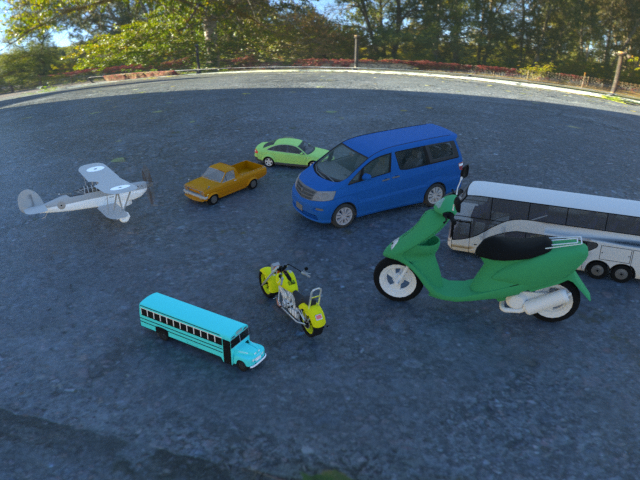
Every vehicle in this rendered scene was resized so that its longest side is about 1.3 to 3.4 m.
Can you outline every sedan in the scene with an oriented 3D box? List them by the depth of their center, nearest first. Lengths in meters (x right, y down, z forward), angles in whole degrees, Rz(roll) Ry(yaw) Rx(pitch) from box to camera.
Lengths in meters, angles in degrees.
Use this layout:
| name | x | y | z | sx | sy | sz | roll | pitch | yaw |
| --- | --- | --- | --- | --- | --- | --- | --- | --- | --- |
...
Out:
| name | x | y | z | sx | sy | sz | roll | pitch | yaw |
| --- | --- | --- | --- | --- | --- | --- | --- | --- | --- |
| sedan | -0.508 | -1.745 | 13.966 | 1.613 | 0.483 | 0.635 | 6 | 27 | 13 |

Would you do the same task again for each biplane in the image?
| name | x | y | z | sx | sy | sz | roll | pitch | yaw |
| --- | --- | --- | --- | --- | --- | --- | --- | --- | --- |
| biplane | -3.737 | -0.697 | 11.306 | 2.120 | 0.981 | 2.598 | -14 | 30 | -26 |

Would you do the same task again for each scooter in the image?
| name | x | y | z | sx | sy | sz | roll | pitch | yaw |
| --- | --- | --- | --- | --- | --- | --- | --- | --- | --- |
| scooter | 2.026 | 0.124 | 8.757 | 2.721 | 1.786 | 1.288 | 7 | 27 | 13 |

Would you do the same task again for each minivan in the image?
| name | x | y | z | sx | sy | sz | roll | pitch | yaw |
| --- | --- | --- | --- | --- | --- | --- | --- | --- | --- |
| minivan | 0.984 | -1.156 | 11.984 | 3.011 | 1.197 | 1.324 | -14 | 30 | -25 |

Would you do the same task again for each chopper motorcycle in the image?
| name | x | y | z | sx | sy | sz | roll | pitch | yaw |
| --- | --- | --- | --- | --- | --- | --- | --- | --- | --- |
| chopper motorcycle | -0.387 | 0.631 | 8.889 | 0.466 | 0.761 | 1.563 | -15 | 30 | -27 |

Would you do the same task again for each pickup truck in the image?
| name | x | y | z | sx | sy | sz | roll | pitch | yaw |
| --- | --- | --- | --- | --- | --- | --- | --- | --- | --- |
| pickup truck | -1.701 | -1.119 | 12.681 | 0.640 | 0.511 | 1.603 | 21 | 33 | 35 |

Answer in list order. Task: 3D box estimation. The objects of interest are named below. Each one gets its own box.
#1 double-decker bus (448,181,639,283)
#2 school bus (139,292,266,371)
| name | x | y | z | sx | sy | sz | roll | pitch | yaw |
| --- | --- | --- | --- | --- | --- | --- | --- | --- | --- |
| double-decker bus | 3.422 | -0.151 | 10.133 | 3.251 | 1.052 | 0.756 | 9 | 28 | 18 |
| school bus | -1.410 | 1.079 | 8.357 | 1.708 | 0.434 | 0.365 | 15 | 30 | 28 |
